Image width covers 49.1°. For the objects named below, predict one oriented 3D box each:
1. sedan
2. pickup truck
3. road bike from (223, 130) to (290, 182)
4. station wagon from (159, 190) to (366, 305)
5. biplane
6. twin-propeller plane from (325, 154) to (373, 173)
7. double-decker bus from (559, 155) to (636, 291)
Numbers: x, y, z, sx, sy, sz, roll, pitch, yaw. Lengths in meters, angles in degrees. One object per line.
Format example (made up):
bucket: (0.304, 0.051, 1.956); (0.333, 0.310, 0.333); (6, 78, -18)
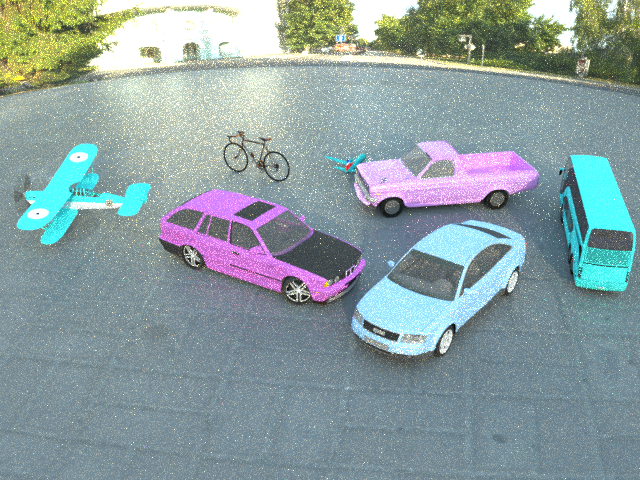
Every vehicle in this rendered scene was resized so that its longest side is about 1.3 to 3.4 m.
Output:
sedan: (1.622, 0.476, 9.094); (1.235, 0.940, 3.137); (20, 33, 34)
pickup truck: (2.182, -1.157, 12.242); (3.117, 0.993, 1.244); (-5, 27, -9)
road bike: (-1.223, -1.600, 13.267); (1.545, 0.852, 0.358); (15, 31, 27)
station wagon: (-0.859, -0.003, 10.055); (3.105, 0.920, 1.327); (16, 31, 29)
biplane: (-3.817, -0.644, 11.249); (2.120, 0.981, 2.598); (2, 27, 4)
twin-propeller plane: (0.696, -1.533, 13.625); (1.370, 0.407, 1.095); (11, 29, 20)
double-decker bus: (4.146, -0.386, 10.664); (0.756, 1.052, 3.251); (6, 28, 11)
